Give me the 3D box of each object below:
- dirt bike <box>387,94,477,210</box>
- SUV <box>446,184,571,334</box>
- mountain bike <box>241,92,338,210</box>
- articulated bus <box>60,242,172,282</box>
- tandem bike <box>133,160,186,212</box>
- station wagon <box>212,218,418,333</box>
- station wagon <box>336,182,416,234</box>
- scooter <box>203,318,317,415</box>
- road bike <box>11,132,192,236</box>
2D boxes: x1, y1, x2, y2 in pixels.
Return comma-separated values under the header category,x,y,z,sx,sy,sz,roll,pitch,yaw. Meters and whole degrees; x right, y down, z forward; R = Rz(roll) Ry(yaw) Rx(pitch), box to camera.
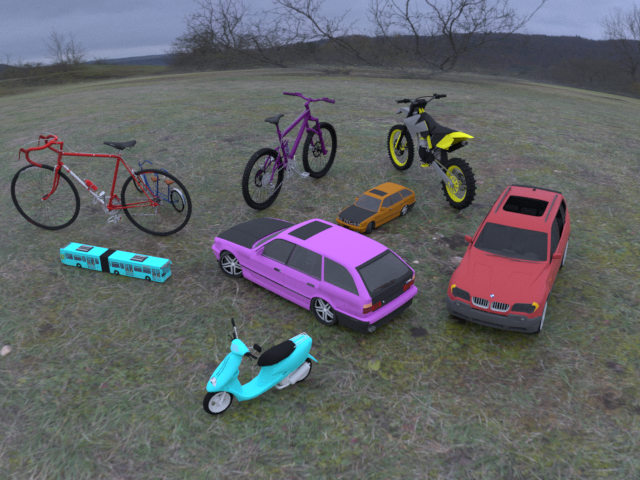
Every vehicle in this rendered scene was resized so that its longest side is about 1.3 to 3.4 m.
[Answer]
category,x,y,z,sx,sy,sz,roll,pitch,yaw
dirt bike,1.976,-1.729,12.794,1.024,1.666,2.903,-11,29,-21
SUV,2.703,0.144,9.693,1.276,1.128,3.058,12,29,23
mountain bike,-0.481,-1.651,12.616,1.114,1.688,2.857,17,31,30
articulated bus,-3.002,0.322,10.270,1.749,0.289,0.311,9,28,17
tandem bike,-2.885,-0.986,12.417,1.642,0.682,0.283,24,36,39
station wagon,-0.180,0.240,9.733,3.105,0.920,1.327,22,34,37
station wagon,0.954,-0.580,11.845,0.682,0.473,1.597,22,34,36
scooter,-0.644,1.327,7.592,1.399,0.919,0.662,-16,31,-29
road bike,-3.513,-0.856,11.081,3.004,1.656,0.697,3,27,6
